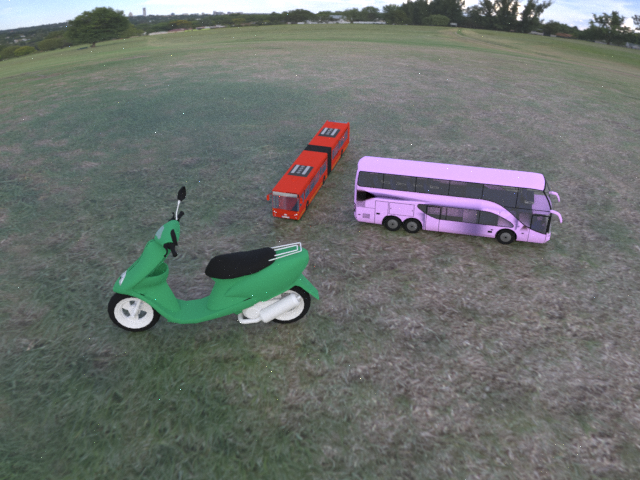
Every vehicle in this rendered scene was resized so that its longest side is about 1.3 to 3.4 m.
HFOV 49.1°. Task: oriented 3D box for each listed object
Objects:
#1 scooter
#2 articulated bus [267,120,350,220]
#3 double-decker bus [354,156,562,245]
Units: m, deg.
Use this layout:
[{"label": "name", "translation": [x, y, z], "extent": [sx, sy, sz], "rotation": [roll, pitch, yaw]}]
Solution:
[{"label": "scooter", "translation": [-1.374, 0.376, 8.826], "extent": [2.721, 1.786, 1.288], "rotation": [-3, 31, -4]}, {"label": "articulated bus", "translation": [-0.107, -1.381, 12.939], "extent": [0.605, 0.561, 3.401], "rotation": [9, 32, 14]}, {"label": "double-decker bus", "translation": [2.171, -0.639, 11.228], "extent": [3.251, 1.052, 0.756], "rotation": [7, 32, 12]}]
